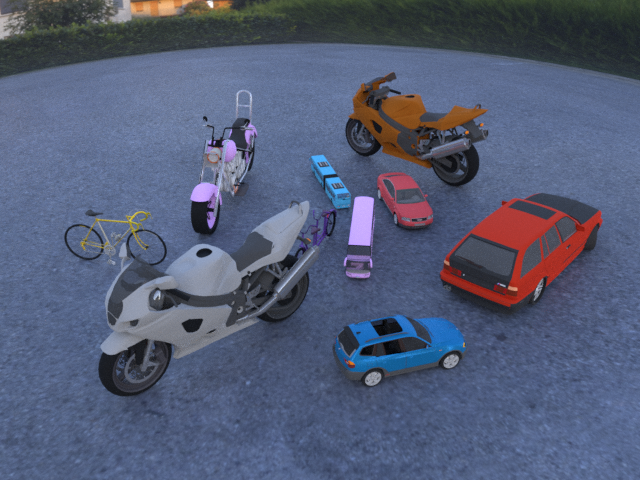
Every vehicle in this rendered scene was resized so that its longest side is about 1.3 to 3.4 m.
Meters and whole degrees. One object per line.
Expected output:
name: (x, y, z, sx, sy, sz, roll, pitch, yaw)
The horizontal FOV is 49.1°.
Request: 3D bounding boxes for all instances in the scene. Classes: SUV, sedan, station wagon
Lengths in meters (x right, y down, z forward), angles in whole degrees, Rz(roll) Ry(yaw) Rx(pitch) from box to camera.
SUV: (0.932, 1.190, 8.107, 1.572, 0.580, 0.656, -9, 31, -16)
sedan: (1.390, -0.713, 11.516, 0.635, 0.483, 1.613, -6, 30, -10)
station wagon: (2.979, -0.060, 9.940, 1.327, 0.920, 3.105, 23, 37, 34)

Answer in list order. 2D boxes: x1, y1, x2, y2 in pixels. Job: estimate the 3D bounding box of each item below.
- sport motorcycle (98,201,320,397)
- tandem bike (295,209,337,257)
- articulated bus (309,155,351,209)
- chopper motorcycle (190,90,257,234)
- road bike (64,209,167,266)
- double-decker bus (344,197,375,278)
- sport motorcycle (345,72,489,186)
sport motorcycle: (-1.232, 0.630, 8.062, 2.955, 1.596, 0.983, -25, 38, -36)
tandem bike: (-0.058, -0.104, 10.257, 0.283, 0.682, 1.642, 11, 32, 19)
articulated bus: (0.168, -1.042, 12.284, 0.311, 0.289, 1.749, -8, 31, -13)
chopper motorcycle: (-1.578, -1.352, 11.628, 0.906, 1.480, 3.040, 5, 30, 8)
road bike: (-2.937, -0.040, 9.974, 1.545, 0.852, 0.358, 5, 30, 8)
double-decker bus: (0.607, -0.045, 10.295, 0.389, 0.541, 1.672, 3, 30, 5)
sport motorcycle: (1.636, -2.006, 12.647, 2.955, 1.596, 0.983, 23, 37, 35)
